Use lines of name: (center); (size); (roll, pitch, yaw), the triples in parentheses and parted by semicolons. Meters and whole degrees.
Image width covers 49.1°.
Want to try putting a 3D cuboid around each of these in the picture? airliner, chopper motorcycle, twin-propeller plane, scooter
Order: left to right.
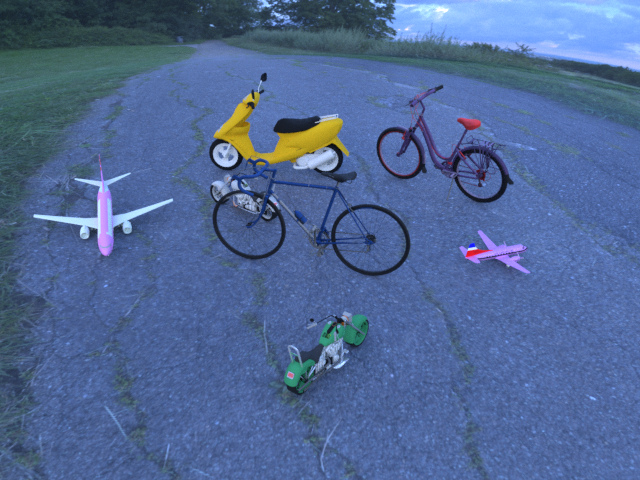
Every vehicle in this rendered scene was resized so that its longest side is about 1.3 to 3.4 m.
airliner: (-3.540, -0.573, 11.437); (2.257, 0.835, 2.541); (-8, 30, -14)
chopper motorcycle: (-1.311, -0.819, 11.958); (1.563, 0.761, 0.466); (22, 36, 34)
scooter: (-0.803, -2.113, 13.238); (2.721, 1.786, 1.288); (3, 29, 5)
chopper motorcycle: (0.116, 1.212, 8.287); (0.466, 0.761, 1.563); (19, 34, 31)
twin-propeller plane: (2.678, 0.153, 10.567); (1.095, 0.407, 1.370); (-10, 30, -17)

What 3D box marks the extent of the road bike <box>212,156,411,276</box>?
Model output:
road bike: (-0.172, -0.321, 10.134); (3.004, 1.656, 0.697); (7, 30, 13)

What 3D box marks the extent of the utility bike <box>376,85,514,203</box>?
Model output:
utility bike: (2.118, -1.663, 12.371); (2.791, 1.839, 1.039); (21, 35, 33)
